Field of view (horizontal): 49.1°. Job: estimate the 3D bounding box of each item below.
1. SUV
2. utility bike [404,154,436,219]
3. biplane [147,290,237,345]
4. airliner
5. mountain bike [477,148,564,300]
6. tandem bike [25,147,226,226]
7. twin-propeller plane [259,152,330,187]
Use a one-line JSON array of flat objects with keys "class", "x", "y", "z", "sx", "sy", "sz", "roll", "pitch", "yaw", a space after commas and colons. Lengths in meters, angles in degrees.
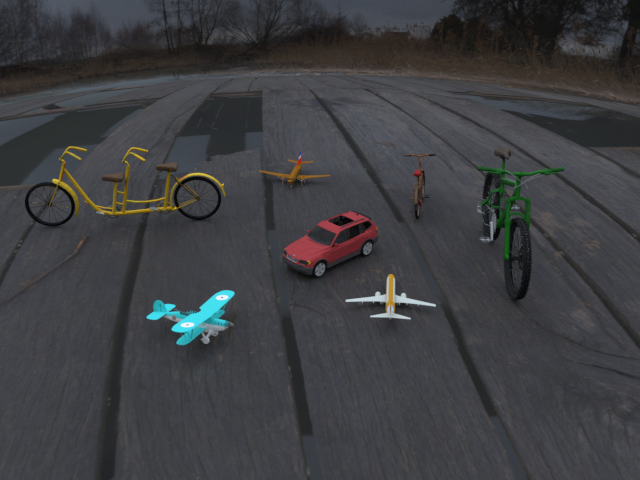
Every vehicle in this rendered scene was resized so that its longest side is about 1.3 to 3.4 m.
[{"class": "SUV", "x": 0.170, "y": 0.017, "z": 10.308, "sx": 1.572, "sy": 0.580, "sz": 0.656, "roll": -22, "pitch": 34, "yaw": -38}, {"class": "utility bike", "x": 1.655, "y": -0.977, "z": 11.916, "sx": 0.535, "sy": 0.946, "sz": 1.435, "roll": 6, "pitch": 27, "yaw": 11}, {"class": "biplane", "x": -1.532, "y": 0.946, "z": 8.506, "sx": 1.090, "sy": 0.504, "sz": 1.336, "roll": 8, "pitch": 27, "yaw": 17}, {"class": "airliner", "x": 0.928, "y": 0.667, "z": 9.158, "sx": 1.161, "sy": 0.429, "sz": 1.307, "roll": 3, "pitch": 26, "yaw": 5}, {"class": "mountain bike", "x": 2.633, "y": -0.414, "z": 9.930, "sx": 1.114, "sy": 1.688, "sz": 2.857, "roll": 1, "pitch": 26, "yaw": 2}, {"class": "tandem bike", "x": -3.142, "y": -0.871, "z": 11.270, "sx": 3.192, "sy": 1.326, "sz": 0.550, "roll": -3, "pitch": 26, "yaw": -6}, {"class": "twin-propeller plane", "x": -0.465, "y": -1.324, "z": 13.233, "sx": 1.370, "sy": 0.407, "sz": 1.095, "roll": 5, "pitch": 27, "yaw": 9}]
